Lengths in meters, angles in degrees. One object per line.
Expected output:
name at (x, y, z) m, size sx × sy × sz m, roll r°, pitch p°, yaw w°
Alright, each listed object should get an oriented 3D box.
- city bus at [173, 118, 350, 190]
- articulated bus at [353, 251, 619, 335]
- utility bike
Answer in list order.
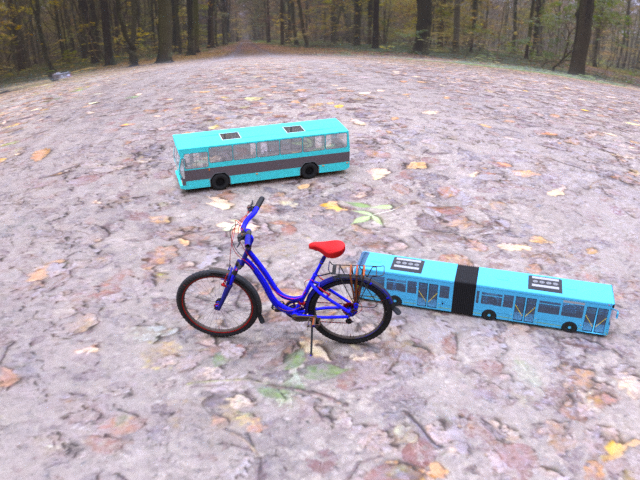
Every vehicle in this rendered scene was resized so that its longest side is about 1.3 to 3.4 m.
city bus at (-1.093, -1.618, 13.298) m, size 3.255 × 0.894 × 0.926 m, roll -9°, pitch 30°, yaw -15°
articulated bus at (2.144, 0.696, 9.400) m, size 3.401 × 0.561 × 0.605 m, roll 8°, pitch 30°, yaw 14°
utility bike at (-0.409, 0.538, 8.353) m, size 2.791 × 1.839 × 1.039 m, roll 2°, pitch 29°, yaw 4°
